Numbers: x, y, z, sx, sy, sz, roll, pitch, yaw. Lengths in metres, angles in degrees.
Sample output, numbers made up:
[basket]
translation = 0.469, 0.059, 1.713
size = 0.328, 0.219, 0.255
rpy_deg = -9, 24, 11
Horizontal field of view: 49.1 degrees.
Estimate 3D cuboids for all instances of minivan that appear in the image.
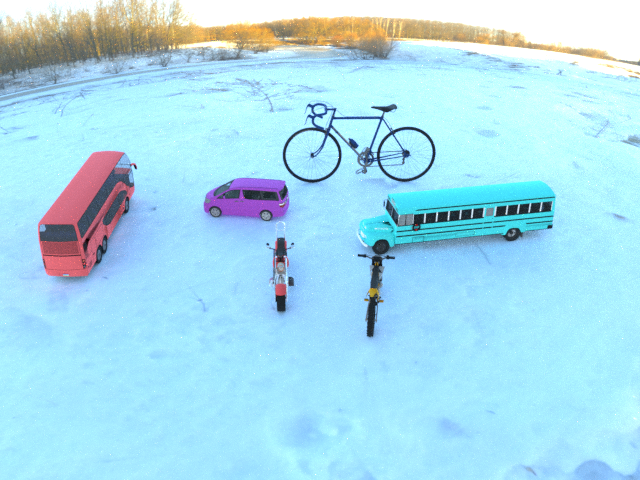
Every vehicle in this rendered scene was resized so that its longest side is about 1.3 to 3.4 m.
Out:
[minivan]
translation = -1.346, -0.775, 12.694
size = 1.548, 0.616, 0.681
rpy_deg = 4, 29, 8

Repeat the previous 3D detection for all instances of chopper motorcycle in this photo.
[chopper motorcycle]
translation = -0.587, 0.382, 10.473
size = 0.466, 0.761, 1.563
rpy_deg = -1, 29, -2

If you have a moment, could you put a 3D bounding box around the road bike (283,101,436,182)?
[road bike]
translation = 0.770, -1.882, 13.612
size = 3.004, 1.656, 0.697
rpy_deg = -1, 29, -1

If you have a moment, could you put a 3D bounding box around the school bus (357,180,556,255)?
[school bus]
translation = 2.276, -0.411, 11.808
size = 3.322, 0.844, 0.709
rpy_deg = -6, 30, -10

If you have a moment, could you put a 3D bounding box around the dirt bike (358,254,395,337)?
[dirt bike]
translation = 0.765, 0.667, 9.863
size = 0.527, 0.857, 1.493
rpy_deg = 4, 29, 7

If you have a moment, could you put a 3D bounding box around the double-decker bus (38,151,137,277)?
[double-decker bus]
translation = -3.853, -0.564, 11.870
size = 0.756, 1.052, 3.251
rpy_deg = 0, 29, 0
